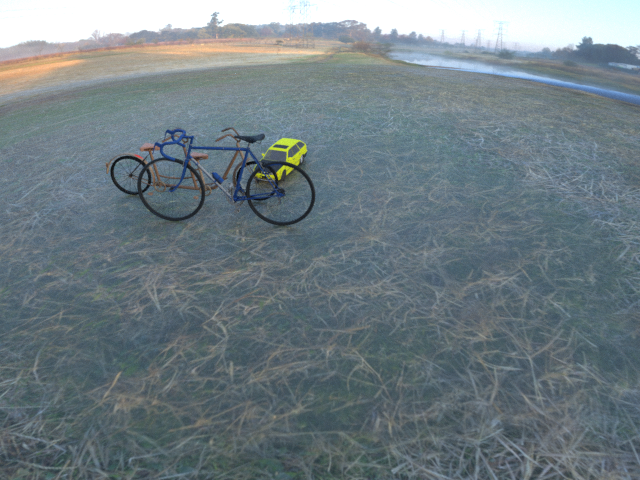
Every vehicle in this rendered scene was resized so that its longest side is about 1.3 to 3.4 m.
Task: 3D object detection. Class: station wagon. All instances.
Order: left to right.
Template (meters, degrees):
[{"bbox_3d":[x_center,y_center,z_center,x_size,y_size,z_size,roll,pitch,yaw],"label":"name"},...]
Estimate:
[{"bbox_3d":[-0.792,-1.637,13.983,0.682,0.473,1.597,10,29,18],"label":"station wagon"}]

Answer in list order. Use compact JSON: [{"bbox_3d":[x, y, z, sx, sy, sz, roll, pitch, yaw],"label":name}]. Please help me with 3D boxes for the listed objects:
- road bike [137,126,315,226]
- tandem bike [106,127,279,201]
[{"bbox_3d":[-1.571,-1.020,11.528,3.004,1.656,0.696,2,28,5],"label":"road bike"},{"bbox_3d":[-2.323,-1.361,12.537,3.192,1.326,0.550,3,28,6],"label":"tandem bike"}]
